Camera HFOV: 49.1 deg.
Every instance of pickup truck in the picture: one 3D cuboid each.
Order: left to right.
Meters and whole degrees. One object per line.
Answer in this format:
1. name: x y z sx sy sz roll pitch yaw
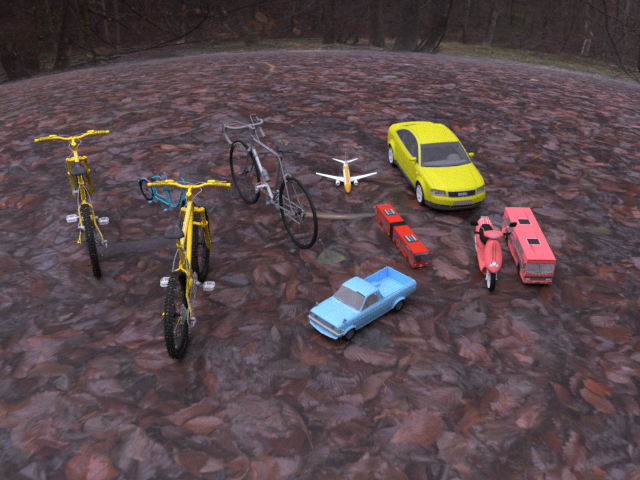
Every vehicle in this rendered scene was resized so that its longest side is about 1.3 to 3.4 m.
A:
1. pickup truck: 0.598 0.792 9.473 1.603 0.511 0.640 -25 38 -37

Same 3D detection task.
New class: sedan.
1. sedan: 2.143 -1.554 13.182 1.235 0.940 3.137 -5 30 -9

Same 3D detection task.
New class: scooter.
1. scooter: 2.496 0.055 10.360 0.662 0.919 1.399 2 30 4

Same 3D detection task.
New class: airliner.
1. airliner: 0.507 -1.293 13.237 1.161 0.429 1.307 0 30 -1

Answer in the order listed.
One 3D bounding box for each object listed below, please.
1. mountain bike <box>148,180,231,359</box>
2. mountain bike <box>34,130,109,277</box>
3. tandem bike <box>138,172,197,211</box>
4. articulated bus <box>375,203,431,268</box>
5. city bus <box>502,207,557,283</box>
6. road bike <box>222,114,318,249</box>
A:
1. mountain bike: -1.745 0.224 9.281 1.114 1.688 2.857 0 30 0
2. mountain bike: -3.665 -0.665 10.853 1.114 1.688 2.857 -10 31 -18
3. tandem bike: -2.666 -0.836 12.175 1.642 0.682 0.283 23 37 35
4. articulated bus: 1.296 -0.101 11.276 0.311 0.289 1.749 -8 30 -14
5. city bus: 3.187 0.072 10.796 0.476 0.460 1.674 1 30 2
6. road bike: -0.837 -1.020 11.512 0.696 1.656 3.004 -17 34 -27
